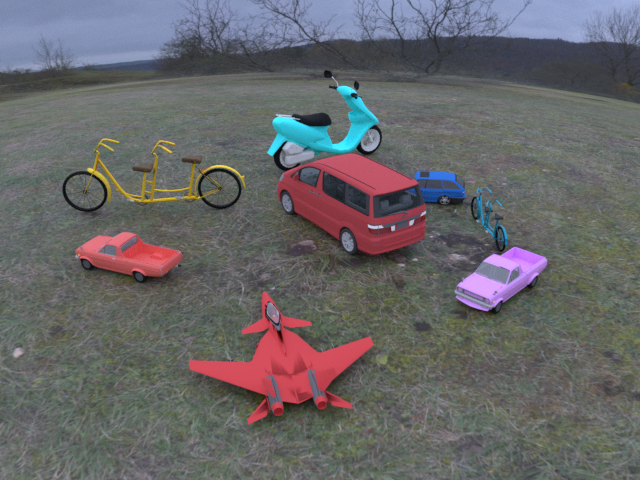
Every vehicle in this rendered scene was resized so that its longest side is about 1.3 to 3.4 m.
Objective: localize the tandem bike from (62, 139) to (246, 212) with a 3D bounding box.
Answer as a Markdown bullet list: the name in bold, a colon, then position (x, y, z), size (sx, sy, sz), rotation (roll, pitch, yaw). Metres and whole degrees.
- **tandem bike**: position (-2.912, -1.119, 12.219), size (3.192, 1.326, 0.550), rotation (-2, 27, -3)

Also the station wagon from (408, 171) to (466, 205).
- **station wagon**: position (1.884, -0.999, 12.932), size (1.597, 0.473, 0.682), rotation (4, 27, 8)

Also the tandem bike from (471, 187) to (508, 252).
- **tandem bike**: position (2.770, -0.398, 11.497), size (0.283, 0.682, 1.642), rotation (-3, 27, -7)

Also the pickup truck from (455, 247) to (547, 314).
- **pickup truck**: position (2.585, 0.493, 9.906), size (0.640, 0.511, 1.603), rotation (23, 35, 38)

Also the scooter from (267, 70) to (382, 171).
- **scooter**: position (0.163, -2.429, 14.324), size (2.721, 1.786, 1.288), rotation (-15, 30, -27)

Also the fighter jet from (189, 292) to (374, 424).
- **fighter jet**: position (-0.490, 1.146, 8.548), size (2.229, 0.557, 2.640), rotation (-6, 27, -11)

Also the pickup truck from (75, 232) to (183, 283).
- **pickup truck**: position (-2.872, 0.206, 10.480), size (1.603, 0.511, 0.640), rotation (11, 29, 20)

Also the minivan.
- **minivan**: position (0.424, -0.771, 11.667), size (1.324, 1.197, 3.011), rotation (-17, 31, -30)
